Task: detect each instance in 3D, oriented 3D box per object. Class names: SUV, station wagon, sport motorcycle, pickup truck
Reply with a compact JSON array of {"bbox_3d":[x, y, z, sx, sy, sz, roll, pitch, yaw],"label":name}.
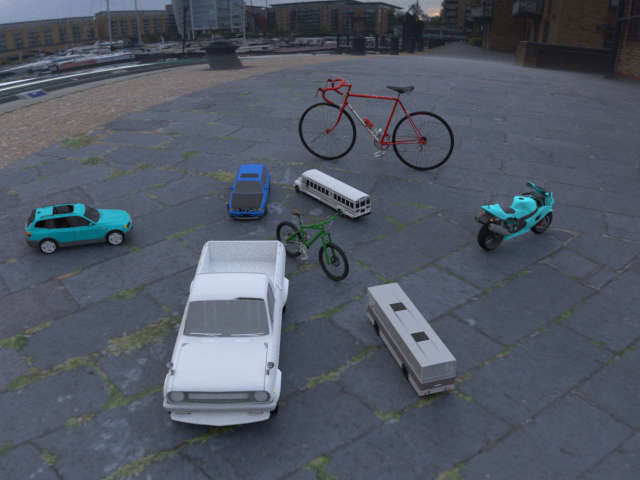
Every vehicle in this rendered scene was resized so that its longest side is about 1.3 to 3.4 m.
[{"bbox_3d":[-3.675,-0.241,10.682,1.572,0.580,0.656,-8,29,-14],"label":"SUV"},{"bbox_3d":[-1.197,-0.872,11.955,0.682,0.473,1.597,0,29,0],"label":"station wagon"},{"bbox_3d":[2.992,-0.345,10.622,1.520,0.821,0.506,-16,32,-26],"label":"sport motorcycle"},{"bbox_3d":[-1.020,0.847,8.249,1.244,0.993,3.117,0,29,0],"label":"pickup truck"}]

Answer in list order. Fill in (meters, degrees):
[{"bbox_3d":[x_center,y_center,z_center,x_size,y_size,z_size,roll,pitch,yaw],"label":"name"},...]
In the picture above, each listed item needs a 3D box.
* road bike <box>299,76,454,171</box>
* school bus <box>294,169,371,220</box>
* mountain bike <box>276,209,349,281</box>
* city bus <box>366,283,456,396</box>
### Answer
[{"bbox_3d":[1.023,-2.175,13.115,3.004,1.656,0.696,8,30,15],"label":"road bike"},{"bbox_3d":[0.167,-0.811,11.884,0.365,0.434,1.708,-21,35,-33],"label":"school bus"},{"bbox_3d":[-0.132,0.013,9.913,0.573,0.868,1.469,-25,37,-38],"label":"mountain bike"},{"bbox_3d":[1.031,1.144,8.260,0.476,0.460,1.674,-8,30,-15],"label":"city bus"}]
